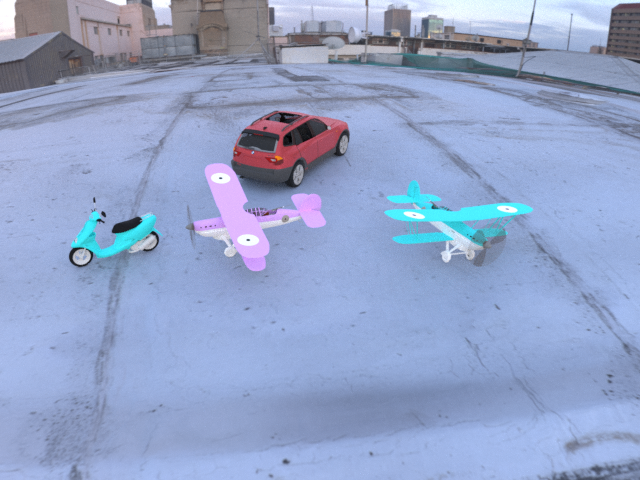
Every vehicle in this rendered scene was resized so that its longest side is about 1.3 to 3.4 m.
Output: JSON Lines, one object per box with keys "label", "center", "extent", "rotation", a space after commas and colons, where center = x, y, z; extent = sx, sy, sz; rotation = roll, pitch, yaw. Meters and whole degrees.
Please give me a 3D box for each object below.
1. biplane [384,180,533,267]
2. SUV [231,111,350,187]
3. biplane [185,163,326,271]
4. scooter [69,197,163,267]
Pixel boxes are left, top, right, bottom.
{"label": "biplane", "center": [1.938, -0.306, 10.626], "extent": [2.598, 0.981, 2.120], "rotation": [-13, 30, -24]}
{"label": "SUV", "center": [-0.505, -1.975, 13.701], "extent": [1.276, 1.128, 3.058], "rotation": [14, 30, 25]}
{"label": "biplane", "center": [-0.969, -0.297, 10.609], "extent": [2.120, 0.981, 2.598], "rotation": [-9, 29, -17]}
{"label": "scooter", "center": [-3.046, -0.140, 10.372], "extent": [1.399, 0.919, 0.662], "rotation": [-14, 31, -25]}
